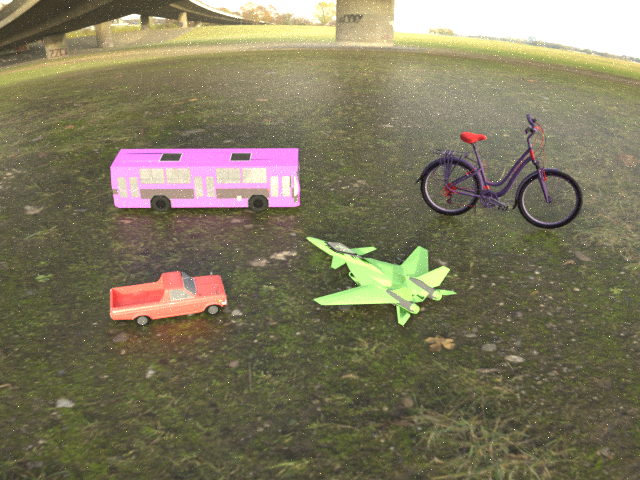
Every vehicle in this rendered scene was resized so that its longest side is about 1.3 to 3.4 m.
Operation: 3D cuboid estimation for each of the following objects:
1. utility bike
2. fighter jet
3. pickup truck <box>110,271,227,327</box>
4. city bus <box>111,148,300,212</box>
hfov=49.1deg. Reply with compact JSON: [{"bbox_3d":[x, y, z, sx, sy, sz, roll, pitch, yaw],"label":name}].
[{"bbox_3d":[3.014,-1.187,11.761,2.791,1.839,1.039,9,31,15],"label":"utility bike"},{"bbox_3d":[0.662,0.303,10.462,2.229,0.557,2.640,-24,38,-35],"label":"fighter jet"},{"bbox_3d":[-2.103,0.764,9.710,1.603,0.511,0.640,-8,31,-13],"label":"pickup truck"},{"bbox_3d":[-1.985,-1.070,12.502,3.255,0.894,0.926,0,30,-1],"label":"city bus"}]
